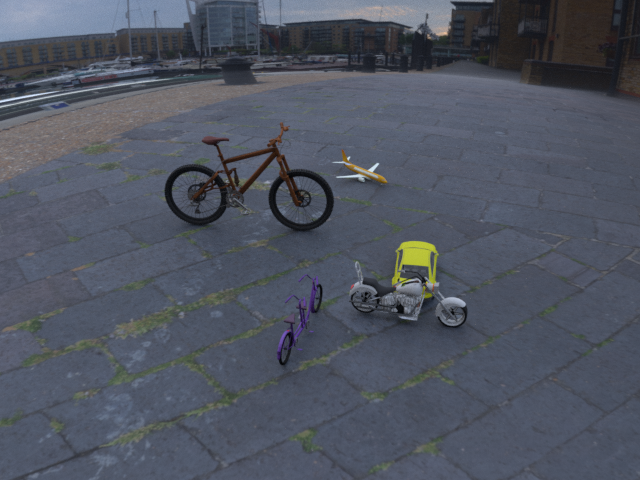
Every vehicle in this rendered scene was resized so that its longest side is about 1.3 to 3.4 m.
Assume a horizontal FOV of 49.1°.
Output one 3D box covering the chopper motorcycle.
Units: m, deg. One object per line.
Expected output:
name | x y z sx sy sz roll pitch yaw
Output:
chopper motorcycle | 1.150 0.712 9.153 1.563 0.761 0.466 7 27 13

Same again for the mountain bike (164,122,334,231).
mountain bike | -1.189 -0.968 11.462 2.857 1.688 1.114 3 27 7

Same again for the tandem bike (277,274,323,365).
tandem bike | -0.235 0.927 8.813 0.283 0.682 1.642 8 28 16

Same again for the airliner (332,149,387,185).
airliner | 0.851 -1.423 13.771 1.161 0.429 1.307 -22 34 -36

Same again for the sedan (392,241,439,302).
sedan | 1.391 0.366 10.150 0.635 0.483 1.613 4 27 9
